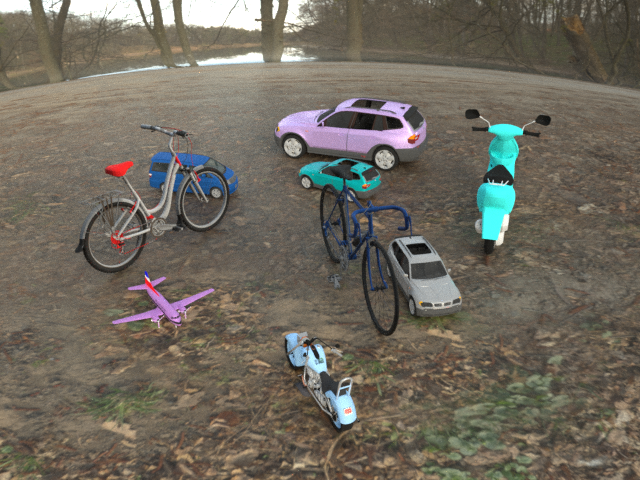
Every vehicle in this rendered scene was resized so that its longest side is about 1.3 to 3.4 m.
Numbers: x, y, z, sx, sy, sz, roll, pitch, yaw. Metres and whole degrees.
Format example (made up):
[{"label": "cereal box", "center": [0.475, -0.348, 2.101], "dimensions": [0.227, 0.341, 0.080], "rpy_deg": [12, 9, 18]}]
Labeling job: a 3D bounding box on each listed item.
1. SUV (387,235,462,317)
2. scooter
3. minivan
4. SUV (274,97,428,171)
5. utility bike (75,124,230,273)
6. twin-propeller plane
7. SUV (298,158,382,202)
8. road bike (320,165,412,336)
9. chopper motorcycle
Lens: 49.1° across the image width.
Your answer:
[{"label": "SUV", "center": [1.363, 0.445, 9.358], "dimensions": [0.656, 0.580, 1.572], "rpy_deg": [-6, 28, -11]}, {"label": "scooter", "center": [2.793, -1.028, 10.875], "dimensions": [1.288, 1.786, 2.721], "rpy_deg": [8, 29, 14]}, {"label": "minivan", "center": [-2.233, -1.169, 12.408], "dimensions": [1.548, 0.616, 0.681], "rpy_deg": [6, 28, 11]}, {"label": "SUV", "center": [0.606, -2.206, 13.838], "dimensions": [3.058, 1.128, 1.276], "rpy_deg": [10, 29, 18]}, {"label": "utility bike", "center": [-2.450, -0.701, 10.191], "dimensions": [1.039, 1.839, 2.791], "rpy_deg": [21, 34, 35]}, {"label": "twin-propeller plane", "center": [-2.019, 0.767, 8.930], "dimensions": [1.370, 0.407, 1.095], "rpy_deg": [-18, 32, -30]}, {"label": "SUV", "center": [0.344, -1.143, 12.396], "dimensions": [1.572, 0.580, 0.656], "rpy_deg": [19, 33, 32]}, {"label": "road bike", "center": [0.450, -0.044, 9.134], "dimensions": [0.696, 1.656, 3.004], "rpy_deg": [-8, 29, -15]}, {"label": "chopper motorcycle", "center": [-0.032, 1.357, 7.418], "dimensions": [0.466, 0.761, 1.563], "rpy_deg": [-12, 30, -22]}]
